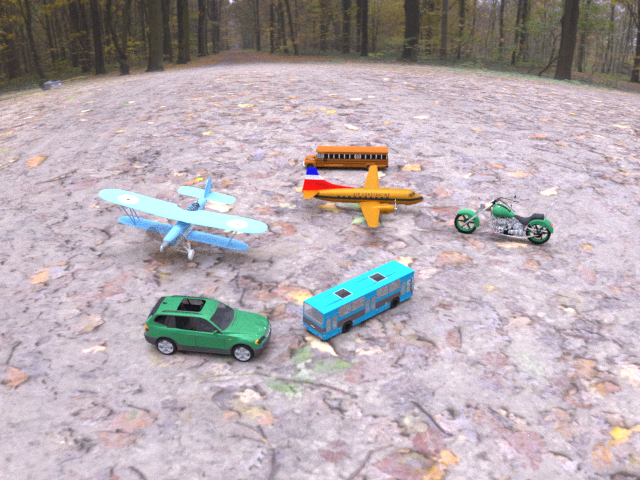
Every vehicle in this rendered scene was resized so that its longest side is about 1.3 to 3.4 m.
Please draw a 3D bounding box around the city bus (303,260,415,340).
[{"bbox_3d":[0.542,0.798,9.349,1.674,0.460,0.476,-22,34,-35],"label":"city bus"}]

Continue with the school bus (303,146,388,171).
[{"bbox_3d":[0.518,-1.651,14.077,1.708,0.434,0.365,1,28,2],"label":"school bus"}]

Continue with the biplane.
[{"bbox_3d":[-2.010,-0.340,10.970,2.598,0.981,2.120,5,28,9],"label":"biplane"}]

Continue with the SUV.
[{"bbox_3d":[-1.398,1.057,8.721,1.572,0.580,0.656,4,28,7],"label":"SUV"}]

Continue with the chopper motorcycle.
[{"bbox_3d":[2.959,-0.365,11.255,1.563,0.761,0.466,11,29,20],"label":"chopper motorcycle"}]

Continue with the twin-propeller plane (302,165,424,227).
[{"bbox_3d":[0.748,-0.871,12.194,2.129,0.792,2.663,2,28,4],"label":"twin-propeller plane"}]
